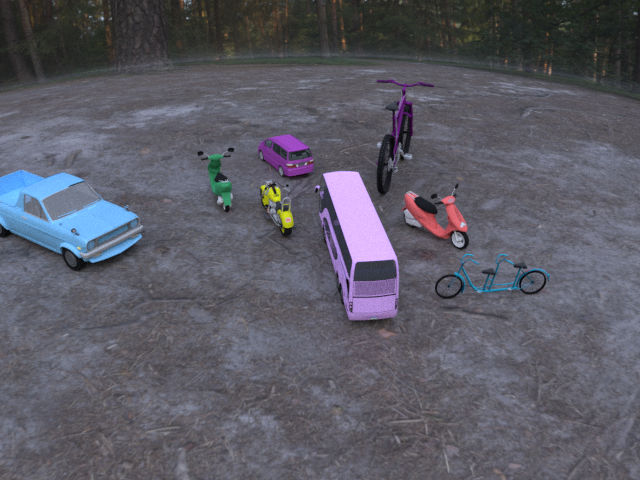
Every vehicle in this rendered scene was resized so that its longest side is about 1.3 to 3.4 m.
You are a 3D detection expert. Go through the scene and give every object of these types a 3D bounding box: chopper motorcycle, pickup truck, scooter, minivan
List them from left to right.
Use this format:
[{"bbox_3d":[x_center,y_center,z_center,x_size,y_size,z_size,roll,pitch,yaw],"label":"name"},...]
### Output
[{"bbox_3d":[-4.315,-0.507,11.282,3.117,0.993,1.244,18,34,30],"label":"pickup truck"},{"bbox_3d":[-1.798,-1.128,12.493,0.662,0.919,1.399,-9,30,-16],"label":"scooter"},{"bbox_3d":[-0.751,-0.656,11.795,0.466,0.761,1.563,-10,30,-17],"label":"chopper motorcycle"},{"bbox_3d":[-0.711,-1.758,13.957,0.681,0.616,1.548,-15,32,-25],"label":"minivan"},{"bbox_3d":[1.854,-0.456,11.266,0.662,0.919,1.399,-23,36,-36],"label":"scooter"}]

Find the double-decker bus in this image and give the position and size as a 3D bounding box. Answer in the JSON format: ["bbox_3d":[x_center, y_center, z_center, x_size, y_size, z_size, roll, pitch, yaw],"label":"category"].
[{"bbox_3d":[0.496,-0.056,10.398,0.756,1.052,3.251,-4,29,-7],"label":"double-decker bus"}]

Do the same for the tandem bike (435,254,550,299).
[{"bbox_3d":[2.420,0.502,9.764,1.642,0.682,0.283,-3,29,-5],"label":"tandem bike"}]

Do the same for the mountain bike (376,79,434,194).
[{"bbox_3d":[1.479,-2.054,13.382,1.114,1.688,2.857,9,30,15],"label":"mountain bike"}]
